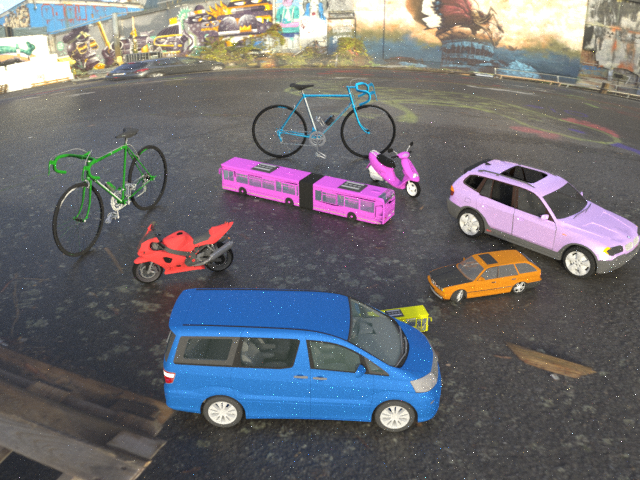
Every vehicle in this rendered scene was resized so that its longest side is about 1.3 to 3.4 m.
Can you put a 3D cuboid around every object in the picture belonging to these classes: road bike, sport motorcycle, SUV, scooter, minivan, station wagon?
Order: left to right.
[{"bbox_3d":[-3.364,-0.921,11.440,0.696,1.656,3.004,10,29,19],"label":"road bike"},{"bbox_3d":[-1.988,0.173,10.219,1.520,0.821,0.506,-10,29,-18],"label":"sport motorcycle"},{"bbox_3d":[-0.167,1.249,7.703,3.011,1.197,1.324,1,27,2],"label":"minivan"},{"bbox_3d":[0.081,-2.479,14.485,3.004,1.656,0.696,0,27,0],"label":"road bike"},{"bbox_3d":[1.384,-1.388,13.163,0.662,0.919,1.399,-21,34,-35],"label":"scooter"},{"bbox_3d":[2.343,0.476,10.007,1.597,0.473,0.682,-7,28,-14],"label":"station wagon"},{"bbox_3d":[3.488,-0.451,11.101,3.058,1.128,1.276,24,36,39],"label":"SUV"}]

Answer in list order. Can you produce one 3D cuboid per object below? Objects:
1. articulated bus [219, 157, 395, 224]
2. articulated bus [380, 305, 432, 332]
[{"bbox_3d":[-0.299,-0.915,12.631,3.401,0.561,0.605,14,30,26],"label":"articulated bus"},{"bbox_3d":[0.550,1.107,8.977,1.749,0.289,0.311,-6,28,-12],"label":"articulated bus"}]
